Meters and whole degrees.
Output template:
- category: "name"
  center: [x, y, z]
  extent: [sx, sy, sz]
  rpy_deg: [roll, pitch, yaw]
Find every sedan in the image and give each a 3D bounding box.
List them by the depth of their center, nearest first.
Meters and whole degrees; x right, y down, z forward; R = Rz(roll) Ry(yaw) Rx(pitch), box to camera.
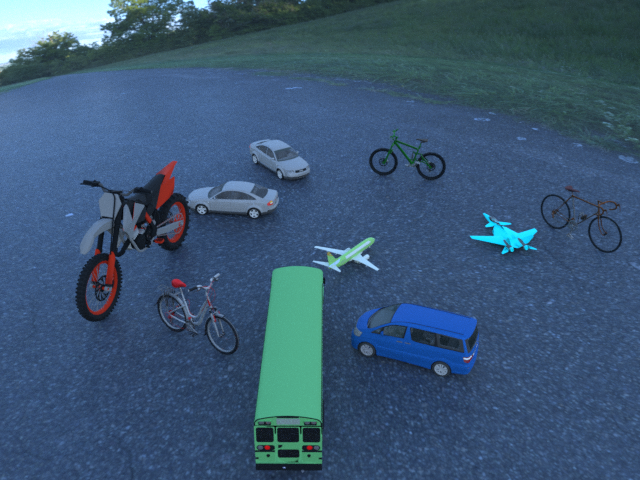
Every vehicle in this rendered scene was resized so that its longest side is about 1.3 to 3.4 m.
- category: "sedan"
  center: [-1.523, -0.743, 12.146]
  extent: [1.613, 0.483, 0.635]
  rpy_deg: [4, 29, 7]
- category: "sedan"
  center: [-0.803, -1.641, 13.769]
  extent: [0.635, 0.483, 1.613]
  rpy_deg: [-19, 34, -30]

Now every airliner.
- category: "airliner"
  center: [0.477, 0.130, 10.622]
  extent: [1.161, 0.429, 1.307]
  rpy_deg: [20, 35, 31]

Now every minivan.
- category: "minivan"
  center: [1.150, 1.152, 8.583]
  extent: [1.548, 0.616, 0.681]
  rpy_deg: [12, 31, 20]

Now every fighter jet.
- category: "fighter jet"
  center: [2.955, -0.217, 11.398]
  extent: [1.147, 0.286, 1.358]
  rpy_deg: [-6, 30, -11]

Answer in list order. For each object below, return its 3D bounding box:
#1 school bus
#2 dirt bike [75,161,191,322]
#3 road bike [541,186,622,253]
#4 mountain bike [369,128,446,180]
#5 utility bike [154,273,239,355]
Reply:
- category: "school bus"
  center: [-0.294, 1.236, 8.194]
  extent: [0.709, 0.844, 3.322]
  rpy_deg: [0, 29, 0]
- category: "dirt bike"
  center: [-2.576, -0.152, 9.855]
  extent: [1.024, 1.666, 2.903]
  rpy_deg: [9, 30, 16]
- category: "road bike"
  center: [4.143, -0.388, 11.123]
  extent: [0.358, 0.852, 1.545]
  rpy_deg: [-18, 34, -30]
- category: "mountain bike"
  center: [1.660, -1.587, 13.274]
  extent: [1.469, 0.868, 0.573]
  rpy_deg: [7, 30, 12]
- category: "utility bike"
  center: [-1.547, 0.848, 8.791]
  extent: [1.435, 0.946, 0.535]
  rpy_deg: [18, 34, 30]
